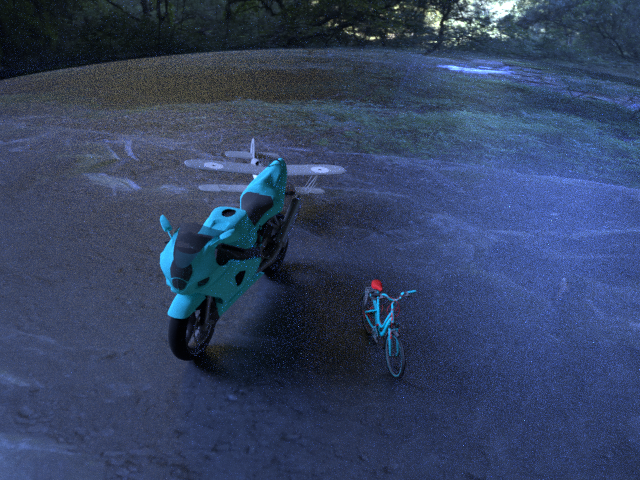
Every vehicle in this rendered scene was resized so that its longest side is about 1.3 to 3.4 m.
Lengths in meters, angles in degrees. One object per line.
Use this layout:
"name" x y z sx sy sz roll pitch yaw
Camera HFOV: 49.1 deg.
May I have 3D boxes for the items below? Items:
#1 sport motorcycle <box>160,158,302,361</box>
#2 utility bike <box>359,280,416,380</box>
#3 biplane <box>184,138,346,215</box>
"sport motorcycle" -1.065 0.160 8.688 0.983 1.596 2.955 11 31 19
"utility bike" 0.759 0.885 8.050 0.535 0.946 1.435 -8 30 -14
"biplane" -0.912 -1.069 11.548 2.598 0.981 2.120 -8 30 -13
